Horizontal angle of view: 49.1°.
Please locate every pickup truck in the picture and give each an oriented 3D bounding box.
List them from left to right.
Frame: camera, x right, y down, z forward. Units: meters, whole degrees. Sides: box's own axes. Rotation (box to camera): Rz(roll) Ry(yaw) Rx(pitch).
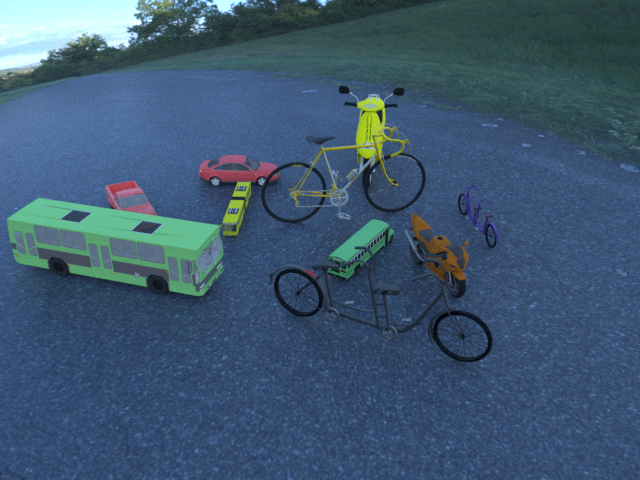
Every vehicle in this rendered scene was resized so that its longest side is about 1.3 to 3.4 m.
[{"bbox_3d":[-3.409,-0.675,12.600,0.640,0.511,1.603,-14,32,-23],"label":"pickup truck"}]

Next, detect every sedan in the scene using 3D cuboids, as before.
[{"bbox_3d":[-1.602,-1.411,13.942,1.613,0.483,0.635,0,29,0],"label":"sedan"}]

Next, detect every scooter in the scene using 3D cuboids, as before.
[{"bbox_3d":[1.036,-2.341,14.270,1.288,1.786,2.721,3,29,6],"label":"scooter"}]

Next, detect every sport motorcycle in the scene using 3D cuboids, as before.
[{"bbox_3d":[1.788,0.225,10.675,0.506,0.821,1.520,-12,31,-21],"label":"sport motorcycle"}]

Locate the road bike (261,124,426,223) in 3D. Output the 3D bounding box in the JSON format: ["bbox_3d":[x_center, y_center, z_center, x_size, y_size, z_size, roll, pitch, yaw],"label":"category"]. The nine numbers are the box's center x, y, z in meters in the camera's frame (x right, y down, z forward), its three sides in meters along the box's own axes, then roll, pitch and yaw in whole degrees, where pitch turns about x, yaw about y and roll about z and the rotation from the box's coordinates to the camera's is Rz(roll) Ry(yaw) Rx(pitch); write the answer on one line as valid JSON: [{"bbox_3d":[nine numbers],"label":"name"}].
[{"bbox_3d":[0.448,-1.133,12.245,3.004,1.656,0.697,-7,30,-12],"label":"road bike"}]

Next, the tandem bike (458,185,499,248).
[{"bbox_3d":[2.714,-0.467,12.053,0.283,0.682,1.642,-6,30,-11],"label":"tandem bike"}]

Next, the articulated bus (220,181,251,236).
[{"bbox_3d":[-1.496,-0.595,12.684,0.311,0.289,1.749,2,29,3],"label":"articulated bus"}]

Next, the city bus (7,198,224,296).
[{"bbox_3d":[-3.144,0.115,10.796,3.255,0.894,0.926,9,30,15],"label":"city bus"}]

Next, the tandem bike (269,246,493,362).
[{"bbox_3d":[0.722,0.738,9.242,3.192,1.326,0.550,13,32,22],"label":"tandem bike"}]

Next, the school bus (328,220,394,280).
[{"bbox_3d":[0.699,0.101,11.292,0.365,0.434,1.708,17,33,27],"label":"school bus"}]
